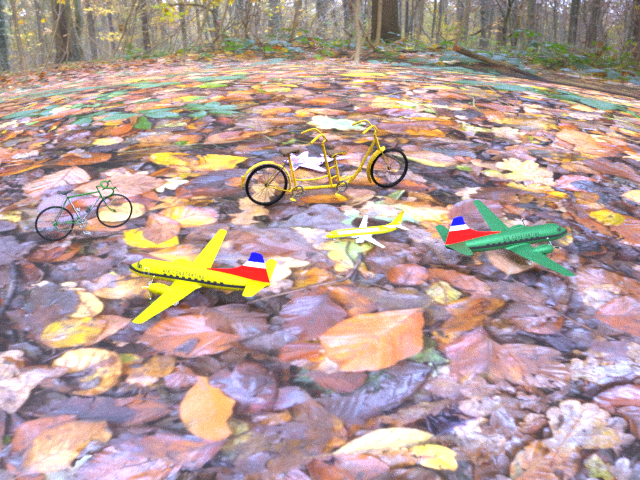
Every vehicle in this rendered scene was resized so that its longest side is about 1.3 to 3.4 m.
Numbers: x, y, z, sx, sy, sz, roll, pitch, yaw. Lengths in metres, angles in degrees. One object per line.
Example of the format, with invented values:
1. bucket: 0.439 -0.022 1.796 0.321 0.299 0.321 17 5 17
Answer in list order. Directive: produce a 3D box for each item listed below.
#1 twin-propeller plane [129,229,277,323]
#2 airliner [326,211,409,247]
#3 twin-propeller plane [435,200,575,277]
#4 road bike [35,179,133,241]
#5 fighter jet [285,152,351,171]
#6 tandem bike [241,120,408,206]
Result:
1. twin-propeller plane: -1.686 0.402 9.590 2.129 0.792 2.663 8 28 15
2. airliner: 0.731 -0.223 11.193 1.307 0.429 1.161 -5 28 -9
3. twin-propeller plane: 2.854 -0.112 10.584 2.129 0.792 2.663 -8 28 -16
4. road bike: -3.786 -0.482 11.235 1.545 0.852 0.358 -15 31 -26
5. fighter jet: -0.005 -1.677 14.163 1.358 0.286 1.147 -9 29 -17
6. tandem bike: 0.138 -1.379 12.456 3.192 1.326 0.550 -9 29 -17
